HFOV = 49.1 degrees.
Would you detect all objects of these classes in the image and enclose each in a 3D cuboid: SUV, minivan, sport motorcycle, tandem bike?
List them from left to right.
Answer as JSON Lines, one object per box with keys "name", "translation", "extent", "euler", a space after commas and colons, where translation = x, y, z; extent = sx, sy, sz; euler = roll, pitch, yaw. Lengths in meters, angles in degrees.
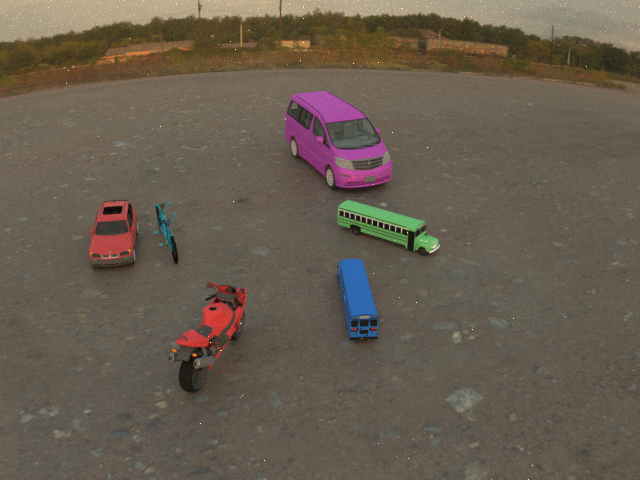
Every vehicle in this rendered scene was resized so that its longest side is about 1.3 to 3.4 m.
{"name": "SUV", "translation": [-3.116, -0.125, 10.590], "extent": [0.656, 0.580, 1.572], "euler": [-5, 27, -9]}
{"name": "tandem bike", "translation": [-2.355, -0.228, 10.684], "extent": [0.283, 0.682, 1.642], "euler": [-10, 28, -19]}
{"name": "sport motorcycle", "translation": [-1.210, 1.054, 7.950], "extent": [0.506, 0.821, 1.520], "euler": [9, 28, 17]}
{"name": "minivan", "translation": [0.309, -1.985, 13.637], "extent": [1.324, 1.197, 3.011], "euler": [-11, 28, -21]}

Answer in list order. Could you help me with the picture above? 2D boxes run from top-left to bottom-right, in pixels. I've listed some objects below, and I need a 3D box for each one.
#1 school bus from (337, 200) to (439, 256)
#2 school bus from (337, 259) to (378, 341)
{"name": "school bus", "translation": [1.057, -0.202, 10.909], "extent": [1.708, 0.434, 0.365], "euler": [18, 32, 32]}
{"name": "school bus", "translation": [0.464, 0.701, 9.094], "extent": [0.365, 0.434, 1.708], "euler": [-2, 27, -4]}
